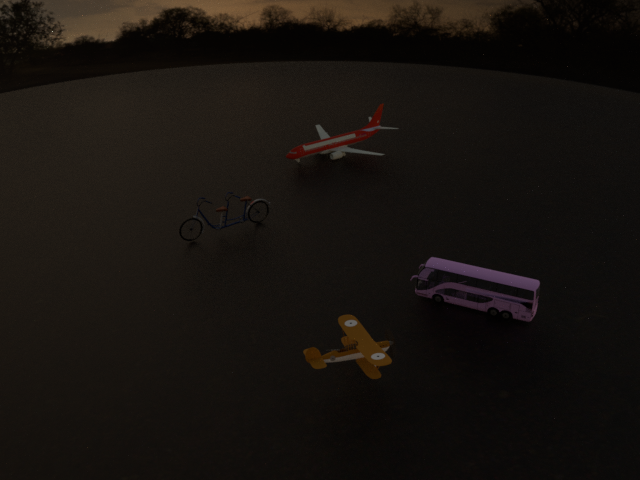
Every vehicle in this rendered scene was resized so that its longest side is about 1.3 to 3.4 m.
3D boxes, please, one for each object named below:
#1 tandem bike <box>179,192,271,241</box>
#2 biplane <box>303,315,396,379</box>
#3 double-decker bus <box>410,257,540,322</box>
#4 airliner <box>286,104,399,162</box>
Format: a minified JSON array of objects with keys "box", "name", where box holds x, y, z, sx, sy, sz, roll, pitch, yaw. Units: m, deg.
[{"box":[-1.516,-0.445,11.304,1.642,0.682,0.283,-17,32,-29],"name":"tandem bike"},{"box":[0.349,1.301,8.190,1.090,0.504,1.336,-8,29,-16],"name":"biplane"},{"box":[2.068,0.645,9.391,1.672,0.541,0.389,13,30,23],"name":"double-decker bus"},{"box":[0.360,-2.205,14.471,2.541,0.835,2.257,-18,33,-31],"name":"airliner"}]
